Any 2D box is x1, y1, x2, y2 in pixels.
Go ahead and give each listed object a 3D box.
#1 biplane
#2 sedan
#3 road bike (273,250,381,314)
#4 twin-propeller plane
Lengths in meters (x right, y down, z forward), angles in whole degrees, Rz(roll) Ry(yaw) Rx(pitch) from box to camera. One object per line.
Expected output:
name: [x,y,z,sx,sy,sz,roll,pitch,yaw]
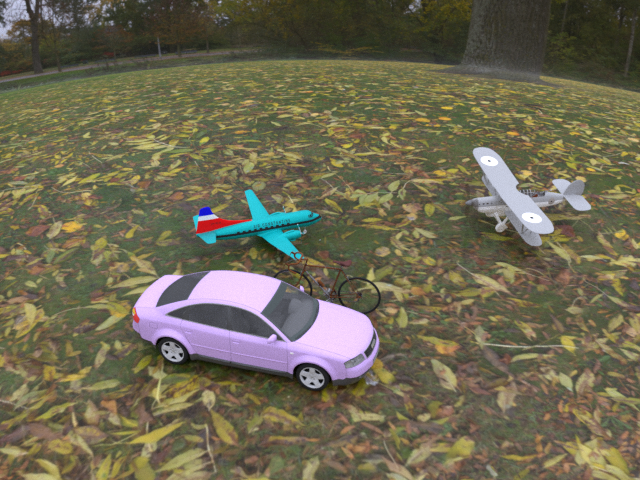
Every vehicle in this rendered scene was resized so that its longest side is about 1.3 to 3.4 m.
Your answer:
biplane: [3.451,-0.656,11.739,2.120,0.981,2.598,-5,29,-10]
sedan: [-0.813,0.994,8.752,3.137,0.940,1.235,8,30,14]
road bike: [0.070,0.600,9.568,1.545,0.852,0.358,6,29,11]
twin-propeller plane: [-0.958,-0.317,11.316,2.129,0.792,2.663,-11,30,-19]
